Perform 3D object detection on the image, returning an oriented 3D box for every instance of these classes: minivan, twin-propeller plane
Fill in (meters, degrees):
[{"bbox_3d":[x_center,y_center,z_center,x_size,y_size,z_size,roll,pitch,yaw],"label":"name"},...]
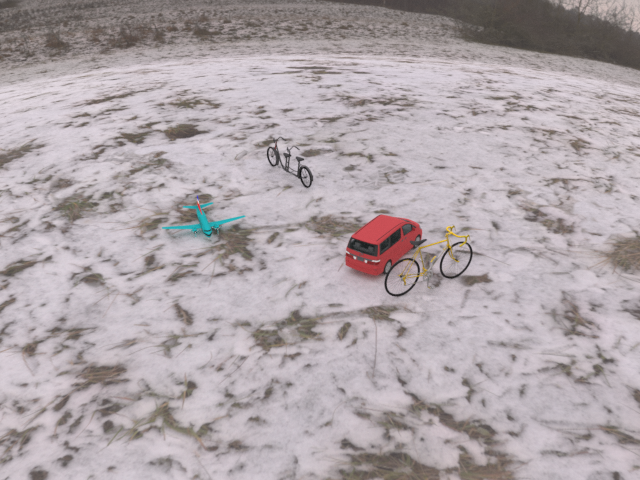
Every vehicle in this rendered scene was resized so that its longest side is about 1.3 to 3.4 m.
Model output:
[{"bbox_3d":[1.007,-0.023,10.650,0.681,0.616,1.548,18,34,29],"label":"minivan"},{"bbox_3d":[-1.919,-0.365,11.487,1.370,0.407,1.095,-9,30,-16],"label":"twin-propeller plane"}]

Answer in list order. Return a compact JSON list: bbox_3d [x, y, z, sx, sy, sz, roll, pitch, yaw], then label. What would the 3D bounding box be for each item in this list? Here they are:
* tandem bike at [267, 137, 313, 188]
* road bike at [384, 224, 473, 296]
[{"bbox_3d":[-0.594,-1.517,13.298,0.283,0.682,1.642,-18,34,-29],"label":"tandem bike"},{"bbox_3d":[1.553,0.293,9.830,1.545,0.852,0.358,-15,32,-26],"label":"road bike"}]
